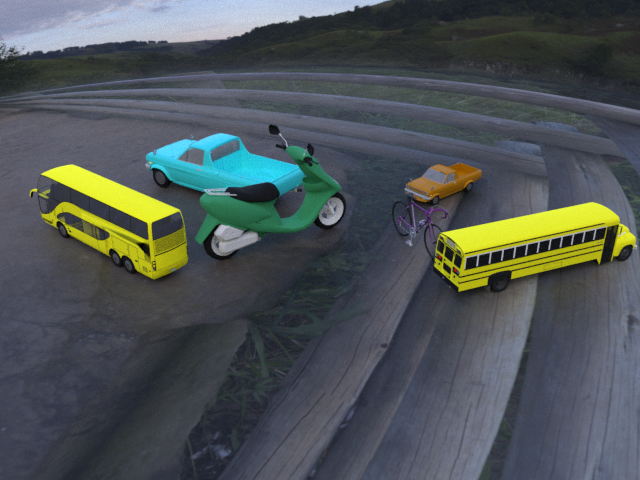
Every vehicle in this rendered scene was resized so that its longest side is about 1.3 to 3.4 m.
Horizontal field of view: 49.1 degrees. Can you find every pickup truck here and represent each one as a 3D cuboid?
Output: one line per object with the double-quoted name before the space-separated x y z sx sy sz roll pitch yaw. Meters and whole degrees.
"pickup truck" 2.317 -1.122 13.058 1.603 0.511 0.640 -22 34 -35
"pickup truck" -1.811 -1.378 13.027 3.117 0.993 1.244 17 32 30

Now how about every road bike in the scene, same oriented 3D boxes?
"road bike" 1.555 -0.269 11.047 0.358 0.852 1.545 -13 30 -23

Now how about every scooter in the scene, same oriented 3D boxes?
"scooter" -0.705 -0.739 10.937 2.721 1.786 1.288 -17 32 -29

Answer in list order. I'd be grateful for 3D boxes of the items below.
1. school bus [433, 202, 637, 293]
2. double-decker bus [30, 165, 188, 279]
"school bus" 3.302 0.068 10.406 3.322 0.844 0.709 -11 29 -20
"double-decker bus" -3.367 -0.363 11.011 3.251 1.052 0.756 22 34 35
